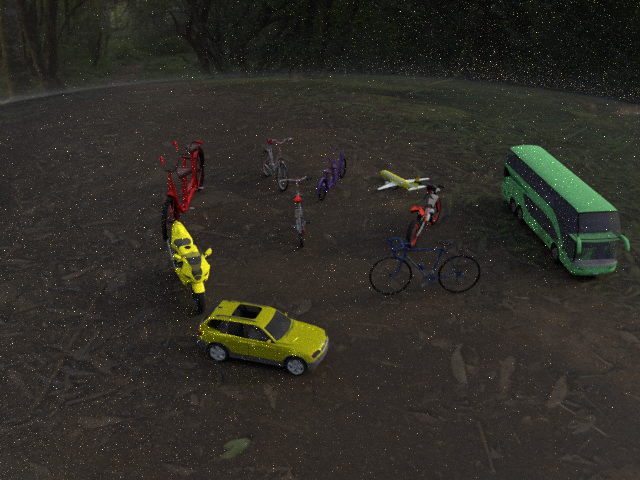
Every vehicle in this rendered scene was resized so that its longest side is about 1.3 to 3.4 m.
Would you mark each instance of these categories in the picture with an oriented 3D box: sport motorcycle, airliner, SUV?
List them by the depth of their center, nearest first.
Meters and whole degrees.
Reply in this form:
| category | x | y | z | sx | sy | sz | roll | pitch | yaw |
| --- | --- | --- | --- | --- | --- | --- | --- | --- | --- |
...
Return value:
| category | x | y | z | sx | sy | sz | roll | pitch | yaw |
| --- | --- | --- | --- | --- | --- | --- | --- | --- | --- |
| SUV | -0.681 | 1.113 | 8.324 | 1.572 | 0.580 | 0.656 | 7 | 27 | 15 |
| sport motorcycle | -1.799 | 0.358 | 9.606 | 0.506 | 0.821 | 1.520 | -10 | 27 | -19 |
| airliner | 1.512 | -1.202 | 13.271 | 1.161 | 0.429 | 1.307 | -13 | 29 | -26 |

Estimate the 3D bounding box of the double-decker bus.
| category | x | y | z | sx | sy | sz | roll | pitch | yaw |
| --- | --- | --- | --- | --- | --- | --- | --- | --- | --- |
| double-decker bus | 3.769 | -0.530 | 11.172 | 0.756 | 1.052 | 3.251 | -3 | 26 | -5 |

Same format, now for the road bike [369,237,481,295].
| category | x | y | z | sx | sy | sz | roll | pitch | yaw |
| --- | --- | --- | --- | --- | --- | --- | --- | --- | --- |
| road bike | 1.441 | 0.364 | 9.558 | 1.545 | 0.852 | 0.358 | -1 | 26 | -3 |

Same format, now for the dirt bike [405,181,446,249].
| category | x | y | z | sx | sy | sz | roll | pitch | yaw |
| --- | --- | --- | --- | --- | --- | --- | --- | --- | --- |
| dirt bike | 1.683 | -0.460 | 11.250 | 0.527 | 0.857 | 1.493 | 13 | 29 | 25 |

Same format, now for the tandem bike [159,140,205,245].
| category | x | y | z | sx | sy | sz | roll | pitch | yaw |
| --- | --- | --- | --- | --- | --- | --- | --- | --- | --- |
| tandem bike | -2.305 | -1.051 | 11.932 | 0.550 | 1.326 | 3.192 | 1 | 26 | 2 |

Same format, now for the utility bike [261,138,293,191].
| category | x | y | z | sx | sy | sz | roll | pitch | yaw |
| --- | --- | --- | --- | --- | --- | --- | --- | --- | --- |
| utility bike | -0.830 | -1.547 | 13.390 | 0.535 | 0.946 | 1.435 | -11 | 28 | -22 |

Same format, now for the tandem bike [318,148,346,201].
| category | x | y | z | sx | sy | sz | roll | pitch | yaw |
| --- | --- | --- | --- | --- | --- | --- | --- | --- | --- |
| tandem bike | 0.240 | -1.275 | 13.133 | 0.283 | 0.682 | 1.642 | 9 | 27 | 17 |

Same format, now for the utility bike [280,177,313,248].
| category | x | y | z | sx | sy | sz | roll | pitch | yaw |
| --- | --- | --- | --- | --- | --- | --- | --- | --- | --- |
| utility bike | -0.371 | -0.501 | 11.233 | 0.535 | 0.946 | 1.435 | -1 | 26 | -2 |
